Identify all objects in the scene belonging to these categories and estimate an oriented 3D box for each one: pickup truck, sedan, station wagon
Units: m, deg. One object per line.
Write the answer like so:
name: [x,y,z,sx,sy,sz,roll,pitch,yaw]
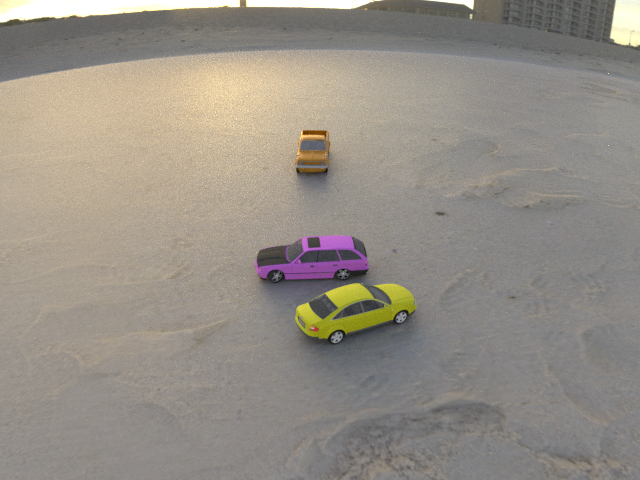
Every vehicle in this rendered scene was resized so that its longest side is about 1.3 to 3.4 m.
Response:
pickup truck: [-0.127,-1.781,13.499,0.640,0.511,1.603,1,29,2]
sedan: [0.475,0.834,8.814,1.613,0.483,0.635,-14,32,-23]
station wagon: [-0.122,0.235,9.904,1.597,0.473,0.682,-2,29,-4]
